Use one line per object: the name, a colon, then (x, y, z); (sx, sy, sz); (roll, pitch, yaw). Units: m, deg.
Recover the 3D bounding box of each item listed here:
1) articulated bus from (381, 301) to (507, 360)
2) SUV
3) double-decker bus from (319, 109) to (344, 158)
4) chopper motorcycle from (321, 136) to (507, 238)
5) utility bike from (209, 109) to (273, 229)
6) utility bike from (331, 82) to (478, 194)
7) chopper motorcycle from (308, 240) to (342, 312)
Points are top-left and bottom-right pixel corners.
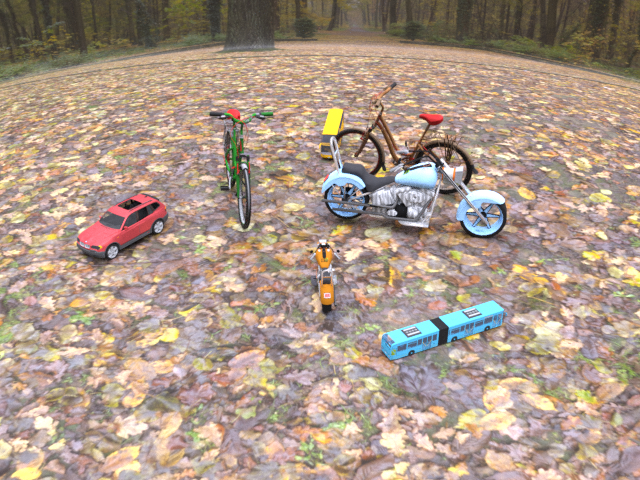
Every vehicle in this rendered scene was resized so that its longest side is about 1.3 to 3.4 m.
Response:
articulated bus: (1.612, 1.159, 9.061); (1.749, 0.289, 0.311); (-13, 33, -22)
SUV: (-3.152, -0.256, 11.207); (0.656, 0.580, 1.572); (19, 35, 29)
double-decker bus: (0.265, -2.217, 14.623); (0.389, 0.541, 1.672); (3, 30, 6)
chopper motorcycle: (1.516, -0.854, 11.342); (3.040, 1.480, 0.906); (7, 31, 11)
utility bike: (-1.352, -1.477, 12.057); (1.039, 1.839, 2.791); (-7, 31, -12)
utility bike: (1.456, -1.730, 12.492); (2.791, 1.839, 1.039); (12, 32, 19)
chopper motorcycle: (0.063, 0.368, 9.953); (0.466, 0.761, 1.563); (-1, 30, -2)
